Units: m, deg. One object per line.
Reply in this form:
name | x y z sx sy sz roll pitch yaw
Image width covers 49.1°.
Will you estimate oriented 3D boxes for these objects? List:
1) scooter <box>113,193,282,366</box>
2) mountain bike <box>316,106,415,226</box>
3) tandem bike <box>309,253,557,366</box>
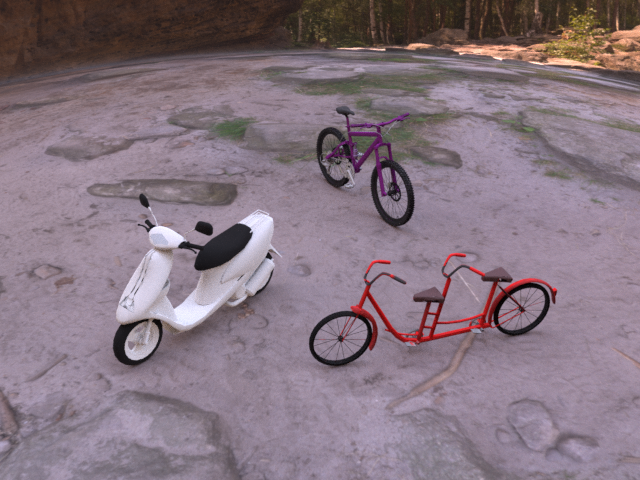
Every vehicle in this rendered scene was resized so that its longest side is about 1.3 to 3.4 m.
scooter | -1.484 0.296 8.682 1.288 1.786 2.721 22 36 34
mountain bike | 0.700 -1.385 11.813 1.114 1.688 2.857 -16 33 -27
tandem bike | 1.413 0.768 8.307 3.192 1.326 0.550 -7 30 -13
